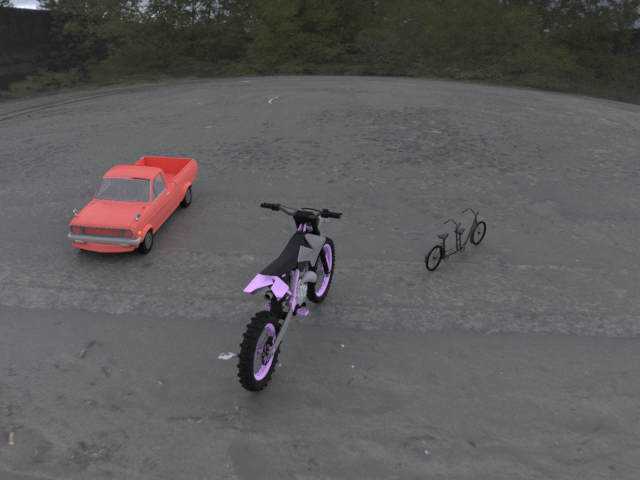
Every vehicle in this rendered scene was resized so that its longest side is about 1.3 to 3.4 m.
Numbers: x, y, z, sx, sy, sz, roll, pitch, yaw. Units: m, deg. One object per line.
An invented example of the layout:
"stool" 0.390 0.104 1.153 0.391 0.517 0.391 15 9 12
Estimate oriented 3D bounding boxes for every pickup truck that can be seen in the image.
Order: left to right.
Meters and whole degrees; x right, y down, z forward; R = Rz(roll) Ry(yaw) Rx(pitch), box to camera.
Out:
"pickup truck" -3.064 -0.771 11.862 1.244 0.993 3.117 4 26 8

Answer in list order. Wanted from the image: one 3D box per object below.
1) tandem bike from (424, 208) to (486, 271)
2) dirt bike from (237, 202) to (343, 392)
"tandem bike" 2.102 -0.040 10.716 0.283 0.682 1.642 23 34 39
"dirt bike" -0.341 0.485 8.511 1.024 1.666 2.903 9 27 18
